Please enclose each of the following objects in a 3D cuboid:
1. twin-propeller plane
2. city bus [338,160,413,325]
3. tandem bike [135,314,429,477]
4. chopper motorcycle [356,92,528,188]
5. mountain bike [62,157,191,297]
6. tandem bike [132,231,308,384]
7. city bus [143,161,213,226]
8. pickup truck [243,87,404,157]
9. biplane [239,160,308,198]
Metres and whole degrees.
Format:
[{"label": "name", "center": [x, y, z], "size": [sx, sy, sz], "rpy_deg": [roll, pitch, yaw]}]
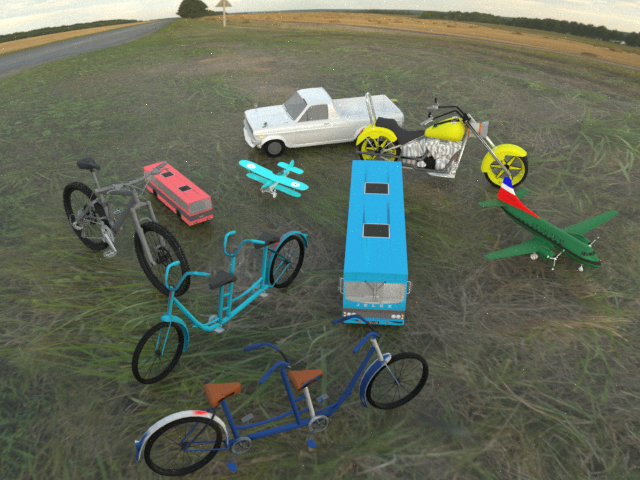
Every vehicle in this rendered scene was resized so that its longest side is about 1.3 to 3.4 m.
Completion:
[{"label": "twin-propeller plane", "center": [3.381, -0.234, 10.468], "size": [2.663, 0.792, 2.129], "rpy_deg": [-17, 35, -25]}, {"label": "city bus", "center": [0.794, -0.059, 10.086], "size": [0.926, 0.894, 3.255], "rpy_deg": [2, 32, 4]}, {"label": "tandem bike", "center": [-0.281, 1.549, 7.069], "size": [3.192, 1.326, 0.550], "rpy_deg": [-12, 34, -19]}, {"label": "chopper motorcycle", "center": [2.132, -1.737, 12.250], "size": [3.040, 1.480, 0.906], "rpy_deg": [8, 33, 13]}, {"label": "mountain bike", "center": [-2.790, -0.290, 9.705], "size": [2.857, 1.688, 1.114], "rpy_deg": [25, 39, 34]}, {"label": "tandem bike", "center": [-1.125, 0.550, 8.689], "size": [0.550, 1.326, 3.192], "rpy_deg": [21, 37, 30]}, {"label": "city bus", "center": [-2.377, -0.775, 11.661], "size": [0.476, 0.460, 1.674], "rpy_deg": [-21, 37, -30]}, {"label": "pickup truck", "center": [0.051, -2.431, 13.838], "size": [3.117, 0.993, 1.244], "rpy_deg": [-8, 33, -13]}, {"label": "biplane", "center": [-0.714, -1.060, 12.080], "size": [1.336, 0.504, 1.090], "rpy_deg": [16, 35, 24]}]
